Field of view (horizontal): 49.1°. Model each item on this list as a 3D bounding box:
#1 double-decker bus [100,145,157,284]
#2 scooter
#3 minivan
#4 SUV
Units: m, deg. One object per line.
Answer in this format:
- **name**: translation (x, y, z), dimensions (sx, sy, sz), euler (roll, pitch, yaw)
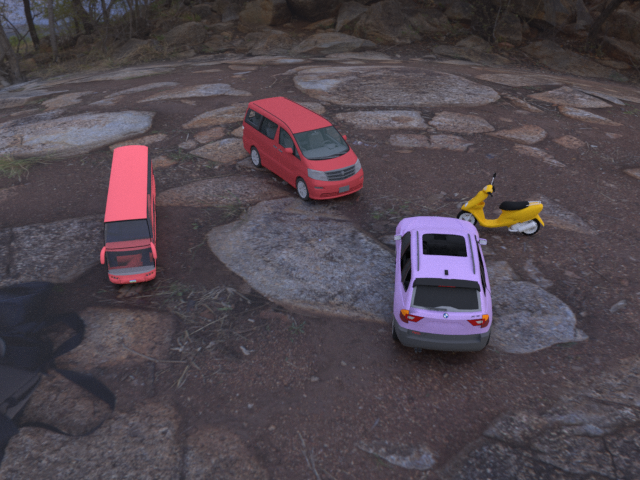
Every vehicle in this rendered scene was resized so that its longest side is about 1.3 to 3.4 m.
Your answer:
- **double-decker bus**: translation (-2.974, -0.462, 11.091), dimensions (0.756, 1.052, 3.251), euler (-6, 29, -10)
- **scooter**: translation (2.951, -0.541, 11.375), dimensions (1.399, 0.919, 0.662), euler (7, 29, 12)
- **minivan**: translation (-0.371, -1.784, 13.368), dimensions (1.324, 1.197, 3.011), euler (-17, 33, -28)
- **SUV**: translation (1.628, 0.357, 9.506), dimensions (1.276, 1.128, 3.058), euler (3, 29, 6)
